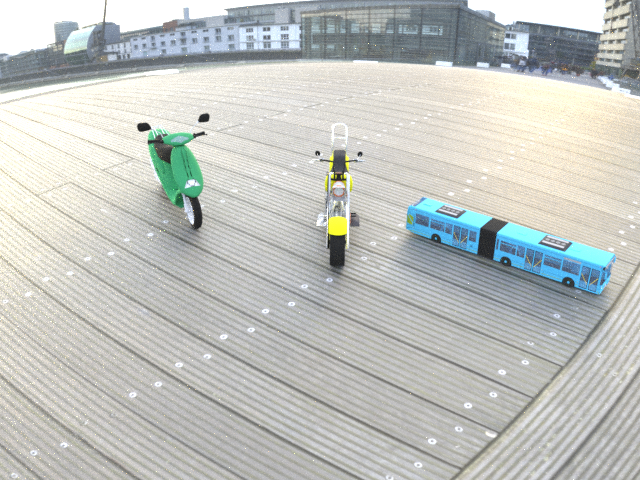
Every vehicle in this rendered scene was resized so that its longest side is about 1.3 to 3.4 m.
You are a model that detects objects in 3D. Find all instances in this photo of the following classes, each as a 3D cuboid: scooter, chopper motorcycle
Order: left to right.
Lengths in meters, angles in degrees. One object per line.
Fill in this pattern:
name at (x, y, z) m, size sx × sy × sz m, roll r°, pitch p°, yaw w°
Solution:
scooter at (-2.658, -1.457, 12.755) m, size 1.288 × 1.786 × 2.721 m, roll -13°, pitch 31°, yaw -23°
chopper motorcycle at (0.312, -0.839, 11.949) m, size 0.906 × 1.480 × 3.040 m, roll 1°, pitch 29°, yaw 2°

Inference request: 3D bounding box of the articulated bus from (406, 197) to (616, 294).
articulated bus at (2.973, 0.037, 11.309) m, size 3.401 × 0.561 × 0.605 m, roll 20°, pitch 35°, yaw 32°
